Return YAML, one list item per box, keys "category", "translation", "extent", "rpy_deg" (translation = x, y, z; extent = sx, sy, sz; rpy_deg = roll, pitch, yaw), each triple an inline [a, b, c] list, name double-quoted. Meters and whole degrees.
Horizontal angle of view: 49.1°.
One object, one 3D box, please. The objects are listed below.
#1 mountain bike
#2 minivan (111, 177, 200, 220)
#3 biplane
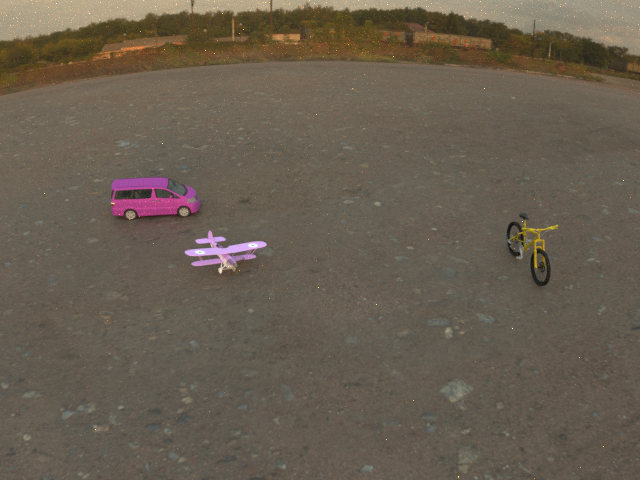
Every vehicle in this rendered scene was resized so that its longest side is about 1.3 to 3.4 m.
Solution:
- category: "mountain bike"
  translation: [3.224, 0.061, 10.821]
  extent: [0.573, 0.868, 1.469]
  rpy_deg: [-5, 29, -9]
- category: "minivan"
  translation: [-2.970, -0.782, 12.631]
  extent: [1.548, 0.616, 0.681]
  rpy_deg: [-4, 29, -7]
- category: "biplane"
  translation: [-1.518, 0.187, 10.970]
  extent: [1.336, 0.504, 1.090]
  rpy_deg: [-16, 33, -27]
